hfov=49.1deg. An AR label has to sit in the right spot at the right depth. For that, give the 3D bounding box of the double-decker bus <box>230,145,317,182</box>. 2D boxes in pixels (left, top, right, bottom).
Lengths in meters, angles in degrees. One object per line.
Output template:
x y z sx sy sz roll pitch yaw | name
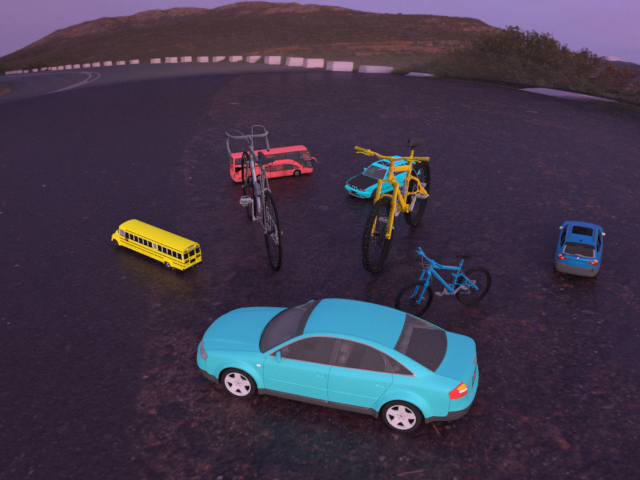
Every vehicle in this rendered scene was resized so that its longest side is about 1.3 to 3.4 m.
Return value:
-0.910 -1.482 13.569 1.672 0.541 0.389 -9 28 -18 | double-decker bus

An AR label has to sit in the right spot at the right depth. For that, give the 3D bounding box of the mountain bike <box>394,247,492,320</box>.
1.623 0.552 9.070 1.469 0.868 0.573 -11 28 -21 | mountain bike

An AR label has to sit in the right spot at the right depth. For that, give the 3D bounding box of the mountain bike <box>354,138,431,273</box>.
1.220 -0.685 10.654 1.114 1.688 2.857 12 29 23 | mountain bike

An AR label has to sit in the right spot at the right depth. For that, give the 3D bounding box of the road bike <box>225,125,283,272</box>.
-0.942 -0.732 10.784 0.697 1.656 3.004 -7 27 -14 | road bike

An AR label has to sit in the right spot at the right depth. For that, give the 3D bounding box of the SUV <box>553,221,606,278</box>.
3.884 0.036 10.443 0.656 0.580 1.572 10 28 20 | SUV

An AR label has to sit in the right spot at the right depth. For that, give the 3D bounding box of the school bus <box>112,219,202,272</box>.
-2.514 0.054 10.571 1.708 0.434 0.365 18 32 33 | school bus

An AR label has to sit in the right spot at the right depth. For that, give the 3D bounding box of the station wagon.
1.180 -1.200 13.073 1.597 0.473 0.682 -23 34 -38 | station wagon

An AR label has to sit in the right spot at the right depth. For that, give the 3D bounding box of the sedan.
0.150 1.196 7.680 3.137 0.940 1.235 8 27 15 | sedan
